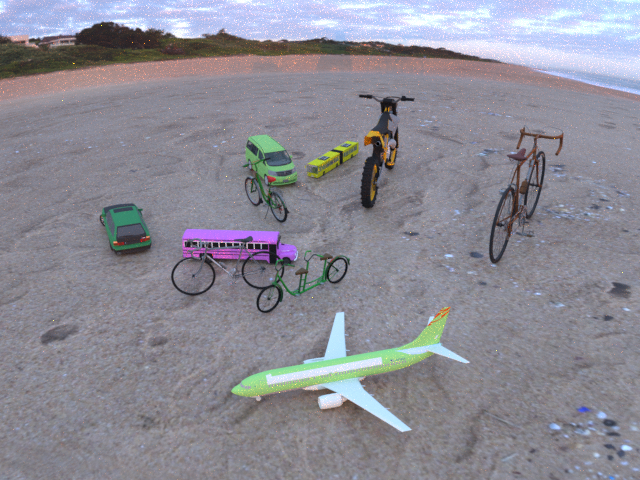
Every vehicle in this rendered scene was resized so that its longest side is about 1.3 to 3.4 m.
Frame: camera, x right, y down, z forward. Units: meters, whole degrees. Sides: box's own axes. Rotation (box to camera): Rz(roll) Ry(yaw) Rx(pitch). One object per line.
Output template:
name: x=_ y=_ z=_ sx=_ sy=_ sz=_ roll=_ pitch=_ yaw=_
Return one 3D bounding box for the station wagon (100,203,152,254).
station wagon: x=-3.142 y=-0.288 z=11.265 sx=0.682 sy=0.473 sz=1.597 roll=-10 pitch=28 yaw=-20

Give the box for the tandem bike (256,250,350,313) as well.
tandem bike: x=-0.198 y=0.472 z=9.477 sx=1.642 sy=0.682 sz=0.283 roll=-21 pitch=33 yaw=-36

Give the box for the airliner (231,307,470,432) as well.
airliner: x=0.277 y=1.261 z=7.693 sx=2.541 sy=0.835 sz=2.257 roll=-7 pitch=27 yaw=-14

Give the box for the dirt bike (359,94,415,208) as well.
dirt bike: x=1.139 y=-1.773 z=12.939 sx=1.024 sy=1.666 sz=2.903 roll=7 pitch=27 yaw=14

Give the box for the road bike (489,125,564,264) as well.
road bike: x=3.157 y=-0.791 z=10.947 sx=0.697 sy=1.656 sz=3.004 roll=14 pitch=29 yaw=26

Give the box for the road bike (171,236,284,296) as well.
road bike: x=-1.255 y=0.343 z=9.547 sx=1.545 sy=0.852 sz=0.358 roll=-5 pitch=26 yaw=-9

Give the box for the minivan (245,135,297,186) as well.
minivan: x=-0.965 y=-1.565 z=13.708 sx=0.681 sy=0.616 sz=1.548 roll=-11 pitch=28 yaw=-22

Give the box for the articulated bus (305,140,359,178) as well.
articulated bus: x=0.280 y=-1.664 z=14.282 sx=0.311 sy=0.289 sz=1.749 roll=14 pitch=30 yaw=27

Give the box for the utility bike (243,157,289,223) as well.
utility bike: x=-0.972 y=-0.861 z=11.897 sx=0.535 sy=0.946 sz=1.435 roll=-17 pitch=31 yaw=-31

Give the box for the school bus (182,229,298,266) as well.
school bus: x=-1.193 y=0.097 z=10.523 sx=1.708 sy=0.434 sz=0.365 roll=2 pitch=26 yaw=3
